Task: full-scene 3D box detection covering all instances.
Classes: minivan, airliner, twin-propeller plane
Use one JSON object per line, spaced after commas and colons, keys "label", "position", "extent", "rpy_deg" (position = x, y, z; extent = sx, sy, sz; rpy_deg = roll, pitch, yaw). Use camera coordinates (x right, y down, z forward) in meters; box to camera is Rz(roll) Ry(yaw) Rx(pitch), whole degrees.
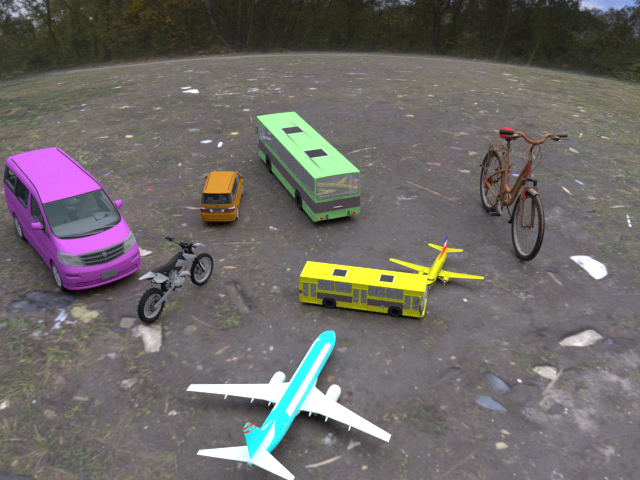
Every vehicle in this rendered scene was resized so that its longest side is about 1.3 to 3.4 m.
{"label": "minivan", "position": [-3.785, -0.382, 10.492], "extent": [1.324, 1.197, 3.011], "rpy_deg": [-20, 34, -32]}
{"label": "minivan", "position": [-1.659, -0.837, 11.926], "extent": [0.681, 0.616, 1.548], "rpy_deg": [0, 29, 0]}
{"label": "airliner", "position": [-0.271, 1.498, 7.442], "extent": [2.257, 0.835, 2.541], "rpy_deg": [10, 30, 17]}
{"label": "twin-propeller plane", "position": [1.681, 0.334, 10.007], "extent": [1.370, 0.407, 1.095], "rpy_deg": [11, 31, 20]}

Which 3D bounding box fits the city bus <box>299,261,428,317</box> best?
{"label": "city bus", "position": [0.578, 0.671, 9.339], "extent": [1.674, 0.460, 0.476], "rpy_deg": [6, 29, 12]}

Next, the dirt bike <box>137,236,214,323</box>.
{"label": "dirt bike", "position": [-1.918, 0.456, 9.319], "extent": [0.527, 0.857, 1.493], "rpy_deg": [16, 32, 26]}

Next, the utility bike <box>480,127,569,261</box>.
{"label": "utility bike", "position": [3.078, -0.973, 10.902], "extent": [1.039, 1.839, 2.791], "rpy_deg": [-3, 29, -5]}

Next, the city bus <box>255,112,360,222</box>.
{"label": "city bus", "position": [-0.291, -1.359, 12.588], "extent": [0.926, 0.894, 3.255], "rpy_deg": [-10, 30, -18]}
